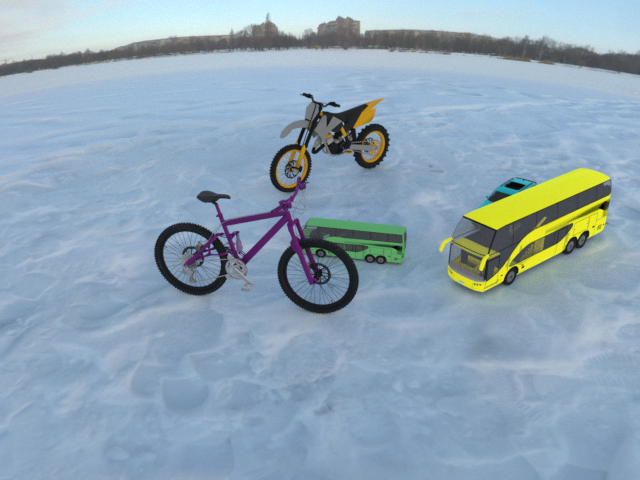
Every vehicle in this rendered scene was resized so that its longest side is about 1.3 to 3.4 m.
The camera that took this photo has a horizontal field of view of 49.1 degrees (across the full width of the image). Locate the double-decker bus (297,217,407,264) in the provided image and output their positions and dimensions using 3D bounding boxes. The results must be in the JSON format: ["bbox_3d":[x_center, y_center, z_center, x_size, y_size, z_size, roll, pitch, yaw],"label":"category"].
[{"bbox_3d":[0.472,0.002,10.622,1.672,0.541,0.389,6,28,12],"label":"double-decker bus"}]

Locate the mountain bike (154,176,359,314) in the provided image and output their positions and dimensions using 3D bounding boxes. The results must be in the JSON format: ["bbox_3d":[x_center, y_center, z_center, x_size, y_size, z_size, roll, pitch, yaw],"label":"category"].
[{"bbox_3d":[-0.887,0.105,9.155,2.857,1.688,1.114,7,28,13],"label":"mountain bike"}]

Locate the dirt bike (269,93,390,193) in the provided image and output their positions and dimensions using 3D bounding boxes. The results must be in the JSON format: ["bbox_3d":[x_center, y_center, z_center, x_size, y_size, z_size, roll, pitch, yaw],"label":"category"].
[{"bbox_3d":[0.254,-1.906,13.126,2.903,1.666,1.024,-20,33,-34],"label":"dirt bike"}]

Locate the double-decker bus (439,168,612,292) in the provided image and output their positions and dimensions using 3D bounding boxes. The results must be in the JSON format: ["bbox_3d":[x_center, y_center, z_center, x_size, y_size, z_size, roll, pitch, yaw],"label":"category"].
[{"bbox_3d":[3.154,-0.183,10.421,3.251,1.052,0.756,-20,33,-34],"label":"double-decker bus"}]

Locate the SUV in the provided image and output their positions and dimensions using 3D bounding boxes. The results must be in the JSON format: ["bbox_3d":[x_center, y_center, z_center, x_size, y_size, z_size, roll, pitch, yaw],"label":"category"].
[{"bbox_3d":[3.152,-0.604,11.766,0.656,0.580,1.572,21,34,35],"label":"SUV"}]
